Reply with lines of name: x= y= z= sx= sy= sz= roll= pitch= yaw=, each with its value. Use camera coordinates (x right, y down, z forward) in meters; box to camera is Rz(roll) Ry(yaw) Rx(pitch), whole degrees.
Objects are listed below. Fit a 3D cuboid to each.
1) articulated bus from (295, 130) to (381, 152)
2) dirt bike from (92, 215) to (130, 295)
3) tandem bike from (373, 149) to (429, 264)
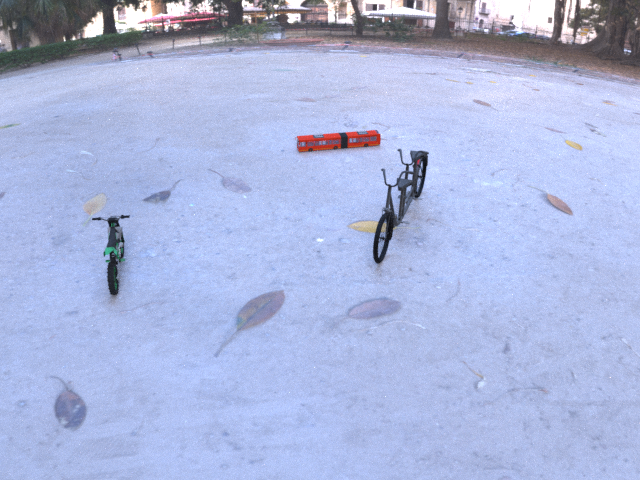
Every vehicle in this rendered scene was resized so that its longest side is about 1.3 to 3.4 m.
articulated bus: x=0.377 y=-2.045 z=14.432 sx=1.749 sy=0.289 sz=0.311 roll=-6 pitch=31 yaw=-10
dirt bike: x=-2.979 y=0.114 z=10.125 sx=0.527 sy=0.857 sz=1.493 roll=-4 pitch=30 yaw=-8
tandem bike: x=1.360 y=-0.824 z=11.281 sx=0.550 sy=1.326 sz=3.192 roll=11 pitch=32 yaw=18
